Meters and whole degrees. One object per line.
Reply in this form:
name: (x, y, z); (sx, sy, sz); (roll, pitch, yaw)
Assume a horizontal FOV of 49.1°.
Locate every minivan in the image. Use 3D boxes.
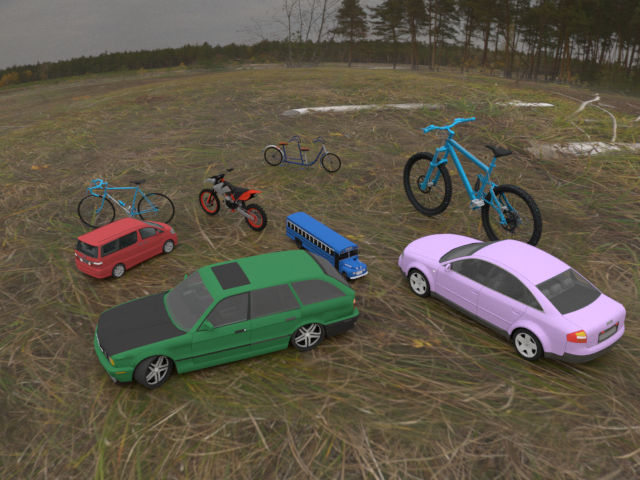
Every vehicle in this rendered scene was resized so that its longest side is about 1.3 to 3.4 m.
minivan: (-2.823, 0.030, 10.320); (0.681, 0.616, 1.548); (19, 32, 32)

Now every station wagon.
station wagon: (-1.119, 0.824, 8.399); (3.105, 0.920, 1.327); (-11, 29, -20)

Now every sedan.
sedan: (2.329, 0.519, 8.983); (1.235, 0.940, 3.137); (-19, 32, -33)

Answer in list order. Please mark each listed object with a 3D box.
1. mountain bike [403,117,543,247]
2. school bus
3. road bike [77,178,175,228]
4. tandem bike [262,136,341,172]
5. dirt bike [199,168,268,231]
mountain bike: (2.322, -0.887, 10.951); (1.114, 1.688, 2.857); (-18, 32, -32)
school bus: (0.088, 0.079, 10.424); (0.365, 0.434, 1.708); (-17, 31, -30)
road bike: (-3.136, -0.589, 11.290); (1.545, 0.852, 0.358); (-2, 27, -5)
tandem bike: (-0.372, -1.710, 13.713); (1.642, 0.682, 0.283); (8, 28, 16)
dirt bike: (-1.455, -0.672, 11.449); (1.493, 0.857, 0.527); (18, 32, 32)
